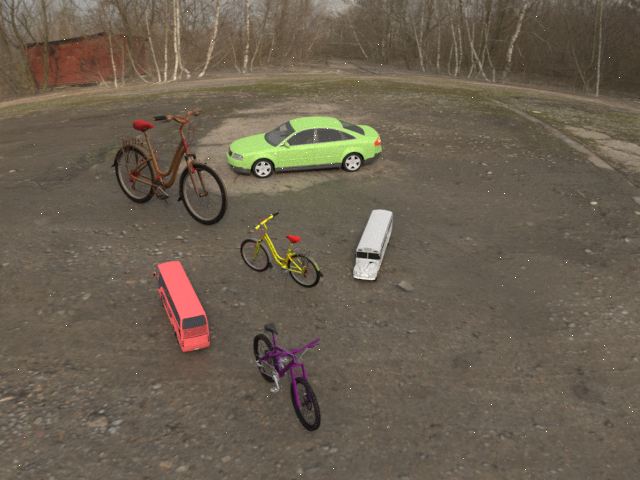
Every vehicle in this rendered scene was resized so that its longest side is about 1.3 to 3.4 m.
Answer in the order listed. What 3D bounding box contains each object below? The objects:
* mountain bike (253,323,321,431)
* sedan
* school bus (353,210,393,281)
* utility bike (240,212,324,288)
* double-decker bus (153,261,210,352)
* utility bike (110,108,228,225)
[{"bbox_3d":[-0.381,1.358,7.410,0.573,0.868,1.469,-14,29,-27],"label":"mountain bike"},{"bbox_3d":[-0.319,-1.940,14.099,3.137,0.940,1.235,-5,26,-11],"label":"sedan"},{"bbox_3d":[0.811,0.066,10.558,0.365,0.434,1.708,6,27,12],"label":"school bus"},{"bbox_3d":[-0.589,0.168,9.765,1.435,0.946,0.535,16,30,29],"label":"utility bike"},{"bbox_3d":[-1.783,0.794,8.942,0.389,0.541,1.672,-10,28,-20],"label":"double-decker bus"},{"bbox_3d":[-2.572,-1.361,11.884,2.791,1.839,1.039,17,31,31],"label":"utility bike"}]
